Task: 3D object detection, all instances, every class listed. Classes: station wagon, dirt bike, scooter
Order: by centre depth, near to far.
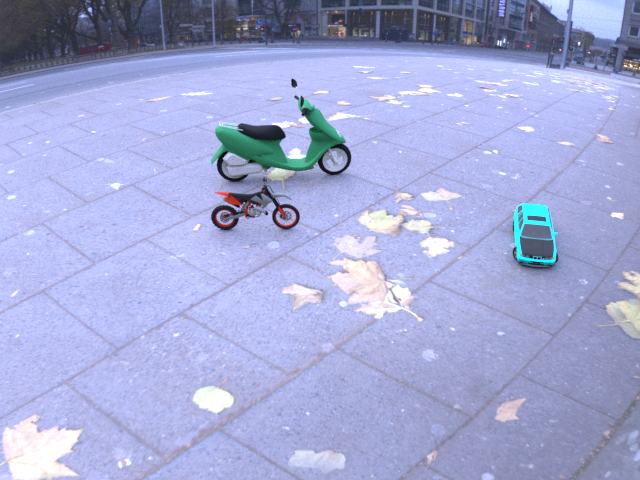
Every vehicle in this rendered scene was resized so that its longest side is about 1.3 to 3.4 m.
[{"bbox_3d":[3.475,-0.129,11.332,0.682,0.473,1.597,6,31,10],"label":"station wagon"},{"bbox_3d":[-1.084,-0.555,11.687,1.493,0.857,0.527,0,30,-1],"label":"dirt bike"},{"bbox_3d":[-0.728,-1.991,13.245,2.721,1.786,1.288,-5,30,-8],"label":"scooter"}]
